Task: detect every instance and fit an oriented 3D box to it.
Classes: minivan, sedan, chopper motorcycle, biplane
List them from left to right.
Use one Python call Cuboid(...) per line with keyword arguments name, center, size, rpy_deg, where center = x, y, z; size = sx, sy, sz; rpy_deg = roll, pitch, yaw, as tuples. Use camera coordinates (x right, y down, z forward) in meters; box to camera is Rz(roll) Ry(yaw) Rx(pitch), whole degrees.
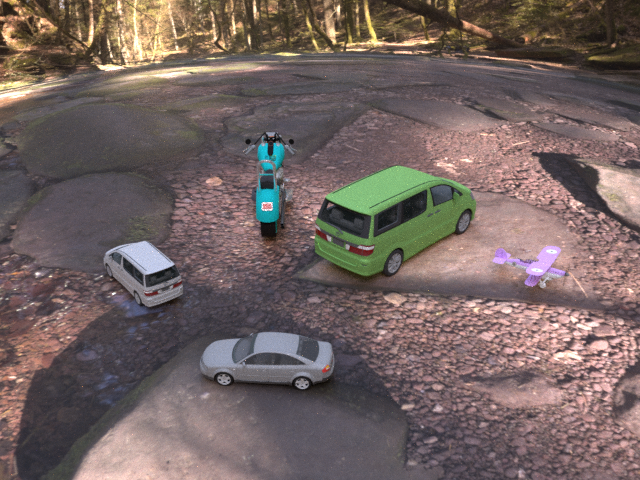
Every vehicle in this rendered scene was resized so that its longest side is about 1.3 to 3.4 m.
Cuboid(name="minivan", center=(-2.576, 0.385, 10.048), size=(0.681, 0.616, 1.548), rpy_deg=(-21, 35, -33))
Cuboid(name="sedan", center=(-0.633, 1.391, 8.356), size=(1.613, 0.483, 0.635), rpy_deg=(2, 29, 4))
Cuboid(name="chopper motorcycle", center=(-0.835, -1.208, 12.049), size=(0.906, 1.480, 3.040), rpy_deg=(-1, 29, -1))
Cuboid(name="minivan", center=(1.286, -0.476, 11.011), size=(1.324, 1.197, 3.011), rpy_deg=(25, 37, 37))
Cuboid(name="biplane", center=(3.075, 0.374, 10.183), size=(1.090, 0.504, 1.336), rpy_deg=(16, 32, 26))
